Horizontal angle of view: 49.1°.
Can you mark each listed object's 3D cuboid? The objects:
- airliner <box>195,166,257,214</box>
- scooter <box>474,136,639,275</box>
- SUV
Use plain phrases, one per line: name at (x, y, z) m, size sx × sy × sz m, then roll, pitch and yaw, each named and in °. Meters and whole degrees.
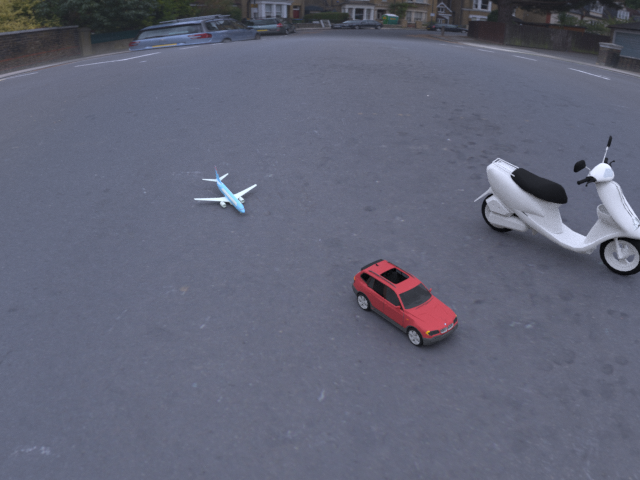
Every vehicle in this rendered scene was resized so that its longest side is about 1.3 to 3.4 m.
airliner at (-1.577, -0.858, 12.104) m, size 1.161 × 0.429 × 1.307 m, roll -16°, pitch 34°, yaw -24°
scooter at (3.597, -0.617, 10.388) m, size 2.721 × 1.786 × 1.288 m, roll 23°, pitch 38°, yaw 33°
SUV at (1.102, 0.781, 9.233) m, size 0.656 × 0.580 × 1.572 m, roll -23°, pitch 38°, yaw -33°
